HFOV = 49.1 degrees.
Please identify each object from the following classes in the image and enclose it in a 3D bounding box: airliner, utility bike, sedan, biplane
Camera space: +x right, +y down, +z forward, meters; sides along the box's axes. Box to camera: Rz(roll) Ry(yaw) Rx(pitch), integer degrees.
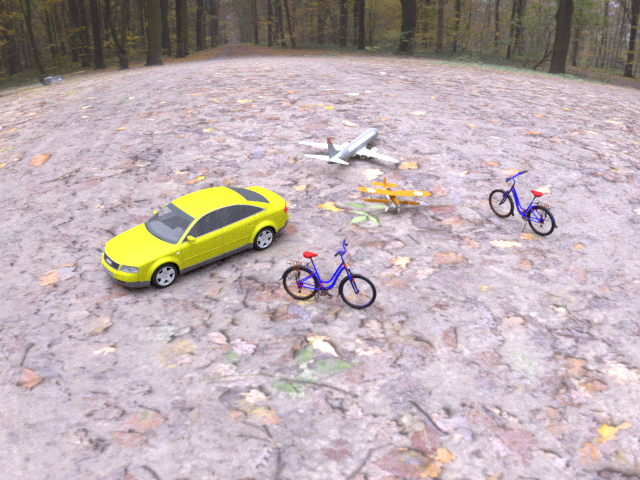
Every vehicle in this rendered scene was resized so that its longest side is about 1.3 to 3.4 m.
[{"bbox_3d":[0.708,-2.118,14.683,2.257,0.835,2.541,15,32,24],"label":"airliner"},{"bbox_3d":[3.416,-0.629,11.878,0.535,0.946,1.435,-21,35,-33],"label":"utility bike"},{"bbox_3d":[-1.932,-0.194,11.098,3.137,0.940,1.235,-22,36,-34],"label":"sedan"},{"bbox_3d":[1.302,-0.815,12.670,1.336,0.504,1.090,-5,29,-9],"label":"biplane"},{"bbox_3d":[0.113,0.468,9.894,1.435,0.946,0.535,8,30,14],"label":"utility bike"}]
